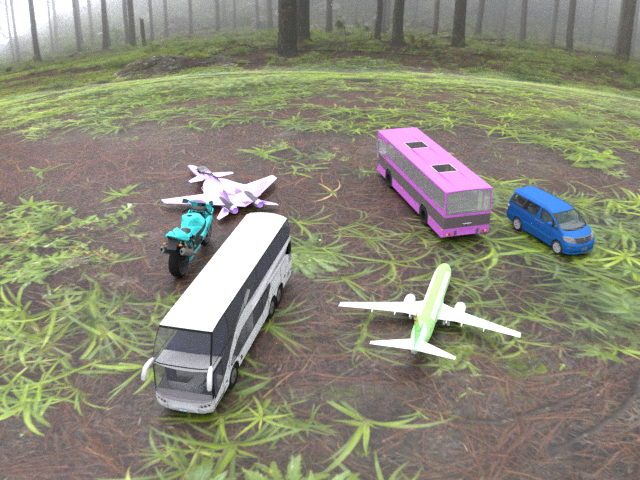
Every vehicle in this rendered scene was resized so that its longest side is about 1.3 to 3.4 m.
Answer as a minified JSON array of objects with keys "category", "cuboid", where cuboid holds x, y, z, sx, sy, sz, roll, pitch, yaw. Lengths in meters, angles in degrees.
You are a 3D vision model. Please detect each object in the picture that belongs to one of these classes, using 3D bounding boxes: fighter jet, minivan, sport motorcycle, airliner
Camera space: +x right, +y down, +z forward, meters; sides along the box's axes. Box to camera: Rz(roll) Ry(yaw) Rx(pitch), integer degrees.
[{"category":"fighter jet","cuboid":[-1.907,-1.136,12.836,2.229,0.557,2.640,-16,30,-29]},{"category":"minivan","cuboid":[3.666,-0.320,11.127,0.681,0.616,1.548,-12,29,-22]},{"category":"sport motorcycle","cuboid":[-1.922,-0.072,10.395,0.506,0.821,1.520,5,27,11]},{"category":"airliner","cuboid":[1.413,0.692,8.838,2.257,0.835,2.541,8,28,16]}]

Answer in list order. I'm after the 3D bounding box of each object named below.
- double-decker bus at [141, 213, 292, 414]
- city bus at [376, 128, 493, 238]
[{"category":"double-decker bus","cuboid":[-1.074,0.768,8.443,0.756,1.052,3.251,6,27,12]},{"category":"city bus","cuboid":[1.891,-1.056,12.296,0.926,0.894,3.255,-7,27,-13]}]
